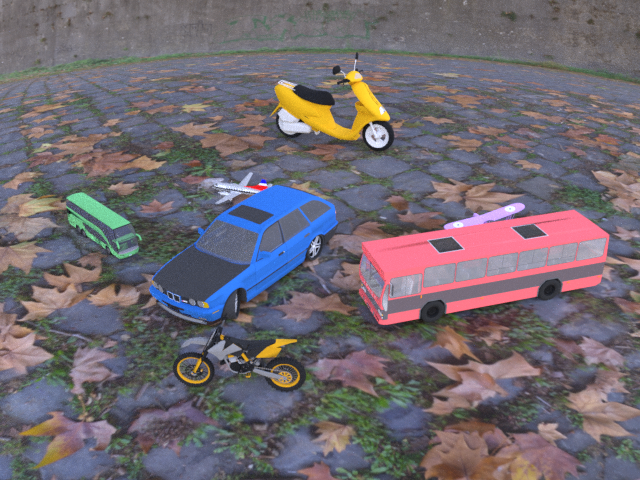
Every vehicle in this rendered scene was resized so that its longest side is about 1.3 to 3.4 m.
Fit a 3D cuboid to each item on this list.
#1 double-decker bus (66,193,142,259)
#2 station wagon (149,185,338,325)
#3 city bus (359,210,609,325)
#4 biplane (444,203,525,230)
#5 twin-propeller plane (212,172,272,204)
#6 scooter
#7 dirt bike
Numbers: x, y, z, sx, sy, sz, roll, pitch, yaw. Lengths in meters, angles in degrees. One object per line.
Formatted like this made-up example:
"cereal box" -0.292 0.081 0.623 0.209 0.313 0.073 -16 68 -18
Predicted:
"double-decker bus" -3.356 -0.220 10.769 0.389 0.541 1.672 -25 38 -38
"station wagon" -1.000 0.059 9.873 1.327 0.920 3.105 18 34 29
"city bus" 2.181 0.364 9.350 3.255 0.894 0.926 -9 30 -15
"biplane" 2.579 -0.156 10.691 1.336 0.504 1.090 -9 30 -16
"twin-propeller plane" -1.395 -0.930 12.189 1.095 0.407 1.370 10 31 17
"scooter" 0.226 -2.789 14.122 2.721 1.786 1.288 12 31 20
"dirt bike" -0.899 1.305 7.690 1.493 0.857 0.527 2 29 3
